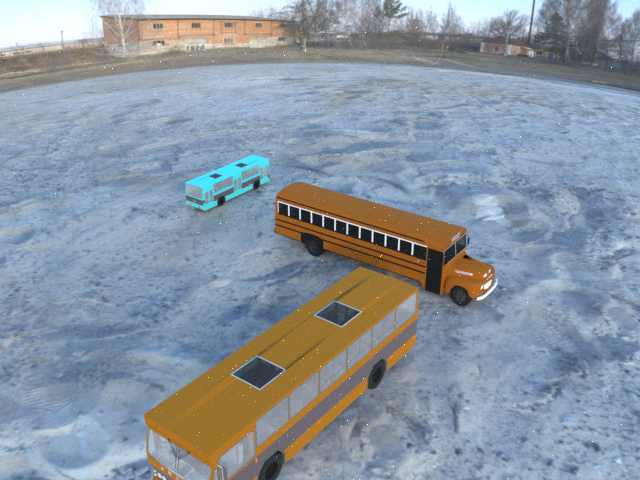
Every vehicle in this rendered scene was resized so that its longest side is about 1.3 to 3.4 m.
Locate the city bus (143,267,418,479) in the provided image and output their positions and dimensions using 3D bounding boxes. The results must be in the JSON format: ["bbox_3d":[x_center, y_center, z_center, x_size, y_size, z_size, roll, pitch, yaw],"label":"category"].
[{"bbox_3d":[-0.197,1.380,6.977,0.926,0.894,3.255,19,33,33],"label":"city bus"}]

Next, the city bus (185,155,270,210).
[{"bbox_3d":[-1.555,-0.985,12.057,0.476,0.460,1.674,19,33,33],"label":"city bus"}]

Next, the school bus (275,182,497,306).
[{"bbox_3d":[0.855,-0.012,9.742,3.322,0.844,0.709,18,32,31],"label":"school bus"}]
